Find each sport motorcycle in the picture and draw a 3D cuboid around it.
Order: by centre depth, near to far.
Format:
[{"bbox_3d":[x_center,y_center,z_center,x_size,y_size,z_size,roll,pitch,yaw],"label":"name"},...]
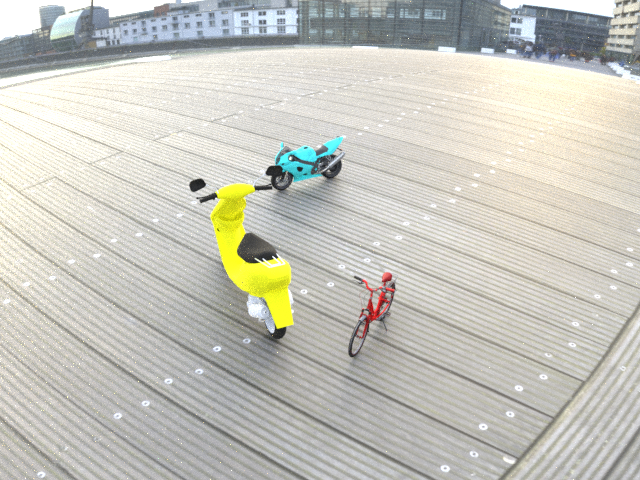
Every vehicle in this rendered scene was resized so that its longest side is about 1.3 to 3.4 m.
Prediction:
[{"bbox_3d":[-0.227,-1.414,12.850,1.520,0.821,0.506,-17,34,-26],"label":"sport motorcycle"}]

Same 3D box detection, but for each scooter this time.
[{"bbox_3d":[-0.970,0.030,9.389,1.288,1.786,2.721,-13,32,-21],"label":"scooter"}]

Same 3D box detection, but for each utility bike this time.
[{"bbox_3d":[0.736,0.831,8.843,0.535,0.946,1.435,15,33,24],"label":"utility bike"}]
